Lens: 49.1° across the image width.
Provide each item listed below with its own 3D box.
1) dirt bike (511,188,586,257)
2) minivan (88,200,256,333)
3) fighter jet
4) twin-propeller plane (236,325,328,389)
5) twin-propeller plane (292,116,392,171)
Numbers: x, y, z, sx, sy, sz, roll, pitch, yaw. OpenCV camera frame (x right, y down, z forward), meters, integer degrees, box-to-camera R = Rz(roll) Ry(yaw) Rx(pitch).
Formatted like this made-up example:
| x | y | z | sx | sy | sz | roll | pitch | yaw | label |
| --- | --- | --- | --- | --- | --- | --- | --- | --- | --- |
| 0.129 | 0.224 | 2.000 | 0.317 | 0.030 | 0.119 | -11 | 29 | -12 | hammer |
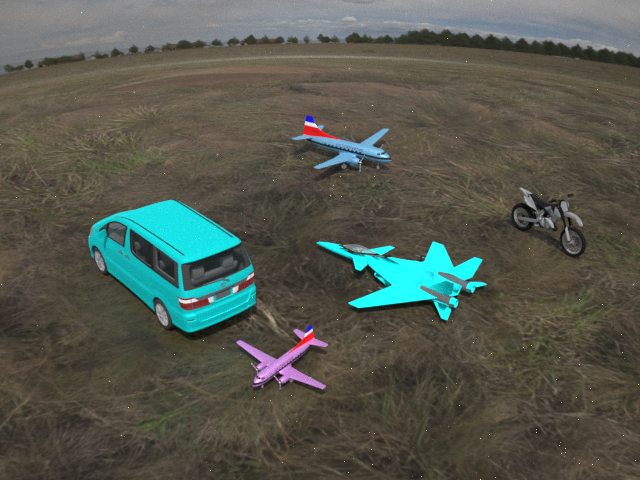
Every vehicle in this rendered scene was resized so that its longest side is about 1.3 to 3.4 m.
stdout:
| x | y | z | sx | sy | sz | roll | pitch | yaw | label |
| --- | --- | --- | --- | --- | --- | --- | --- | --- | --- |
| 3.597 | -0.344 | 10.993 | 0.527 | 0.857 | 1.493 | -16 | 32 | -28 | dirt bike |
| -2.168 | 0.146 | 9.726 | 1.324 | 1.197 | 3.011 | -22 | 35 | -35 | minivan |
| 0.982 | 0.282 | 10.148 | 2.640 | 0.557 | 2.229 | 21 | 35 | 33 | fighter jet |
| -0.416 | 1.385 | 8.259 | 1.370 | 0.407 | 1.095 | 21 | 35 | 34 | twin-propeller plane |
| 0.520 | -1.956 | 14.053 | 2.129 | 0.792 | 2.663 | 18 | 33 | 30 | twin-propeller plane |
